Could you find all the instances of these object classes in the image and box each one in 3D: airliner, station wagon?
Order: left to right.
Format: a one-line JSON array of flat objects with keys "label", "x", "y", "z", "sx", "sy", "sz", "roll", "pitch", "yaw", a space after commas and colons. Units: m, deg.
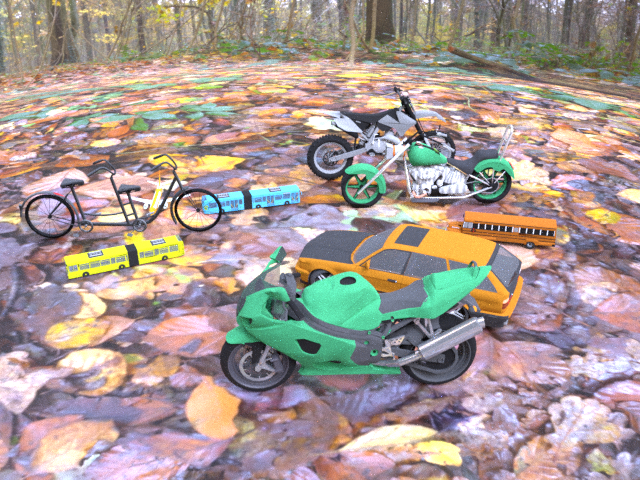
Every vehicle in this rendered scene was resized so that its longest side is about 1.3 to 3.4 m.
[{"label": "airliner", "x": -2.912, "y": -0.815, "z": 12.425, "sx": 1.161, "sy": 0.429, "sz": 1.307, "roll": -2, "pitch": 27, "yaw": -3}, {"label": "station wagon", "x": 1.185, "y": 0.328, "z": 9.672, "sx": 3.105, "sy": 0.920, "sz": 1.327, "roll": 12, "pitch": 29, "yaw": 21}]

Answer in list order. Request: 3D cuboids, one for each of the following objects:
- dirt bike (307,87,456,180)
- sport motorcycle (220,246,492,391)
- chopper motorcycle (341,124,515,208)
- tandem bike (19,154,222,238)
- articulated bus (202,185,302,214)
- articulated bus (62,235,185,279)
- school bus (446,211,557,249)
[{"label": "dirt bike", "x": 1.190, "y": -1.972, "z": 13.321, "sx": 2.903, "sy": 1.666, "sz": 1.024, "roll": -3, "pitch": 27, "yaw": -5}, {"label": "sport motorcycle", "x": 0.361, "y": 0.957, "z": 7.714, "sx": 2.955, "sy": 1.596, "sz": 0.983, "roll": -2, "pitch": 27, "yaw": -4}, {"label": "chopper motorcycle", "x": 1.886, "y": -1.283, "z": 12.188, "sx": 3.040, "sy": 1.480, "sz": 0.906, "roll": -1, "pitch": 27, "yaw": -1}, {"label": "tandem bike", "x": -3.186, "y": -0.671, "z": 11.167, "sx": 3.192, "sy": 1.326, "sz": 0.550, "roll": -2, "pitch": 27, "yaw": -5}, {"label": "articulated bus", "x": -1.202, "y": -0.720, "z": 12.394, "sx": 1.749, "sy": 0.289, "sz": 0.311, "roll": -8, "pitch": 28, "yaw": -15}, {"label": "articulated bus", "x": -2.929, "y": 0.246, "z": 10.521, "sx": 1.749, "sy": 0.289, "sz": 0.311, "roll": -12, "pitch": 30, "yaw": -22}, {"label": "school bus", "x": 2.873, "y": -0.172, "z": 11.173, "sx": 1.708, "sy": 0.434, "sz": 0.365, "roll": 6, "pitch": 28, "yaw": 12}]
